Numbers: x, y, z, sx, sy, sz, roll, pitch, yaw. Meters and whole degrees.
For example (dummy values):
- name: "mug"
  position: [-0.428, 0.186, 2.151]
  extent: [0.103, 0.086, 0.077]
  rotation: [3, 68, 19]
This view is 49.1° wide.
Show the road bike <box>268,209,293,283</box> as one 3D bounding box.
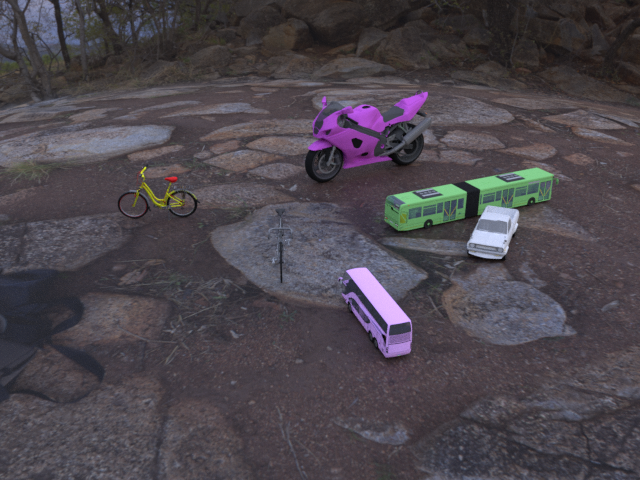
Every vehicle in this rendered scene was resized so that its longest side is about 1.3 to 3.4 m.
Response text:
- name: "road bike"
  position: [-0.591, 0.012, 10.558]
  extent: [0.358, 0.852, 1.545]
  rotation: [-1, 25, -3]

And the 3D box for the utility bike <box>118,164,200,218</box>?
- name: "utility bike"
  position: [-2.816, -0.788, 12.146]
  extent: [1.435, 0.946, 0.535]
  rotation: [-2, 25, -4]

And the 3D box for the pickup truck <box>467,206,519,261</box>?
- name: "pickup truck"
  position: [2.838, -0.187, 11.382]
  extent: [0.640, 0.511, 1.603]
  rotation: [10, 27, 20]

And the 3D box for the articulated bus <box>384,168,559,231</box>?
- name: "articulated bus"
  position: [2.736, -0.748, 12.513]
  extent: [3.401, 0.561, 0.605]
  rotation: [-12, 28, -24]

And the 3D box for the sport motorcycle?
- name: "sport motorcycle"
  position: [0.980, -2.129, 14.232]
  extent: [2.955, 1.596, 0.983]
  rotation: [-15, 29, -28]

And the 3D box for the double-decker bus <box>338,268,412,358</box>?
- name: "double-decker bus"
  position: [0.696, 0.885, 9.069]
  extent: [0.389, 0.541, 1.672]
  rotation: [-8, 26, -16]
